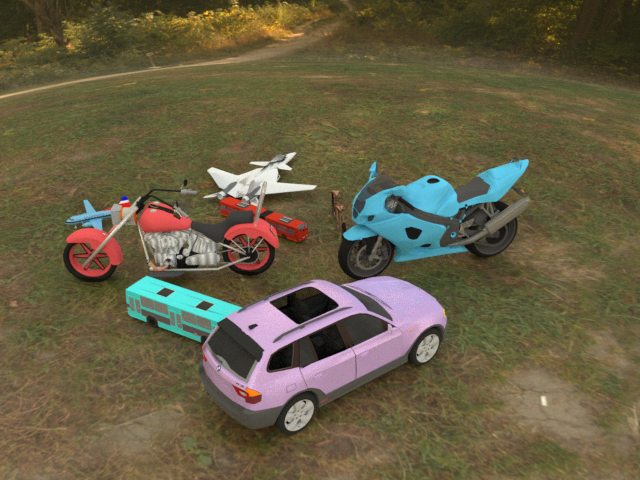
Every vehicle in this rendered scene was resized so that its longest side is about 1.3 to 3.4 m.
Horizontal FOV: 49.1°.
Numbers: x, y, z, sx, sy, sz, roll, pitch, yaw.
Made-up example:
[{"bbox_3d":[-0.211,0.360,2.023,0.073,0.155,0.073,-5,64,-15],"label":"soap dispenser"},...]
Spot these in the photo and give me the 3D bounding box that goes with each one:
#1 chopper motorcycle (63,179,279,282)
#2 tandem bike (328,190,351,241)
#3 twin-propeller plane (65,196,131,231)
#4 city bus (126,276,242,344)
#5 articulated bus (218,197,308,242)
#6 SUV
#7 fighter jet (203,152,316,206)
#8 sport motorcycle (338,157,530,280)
[{"bbox_3d":[-2.104,-0.115,9.842,3.040,1.480,0.906,-1,28,-2],"label":"chopper motorcycle"},{"bbox_3d":[0.309,-0.474,11.369,0.283,0.682,1.642,-3,28,-6],"label":"tandem bike"},{"bbox_3d":[-3.682,-0.453,11.622,1.095,0.407,1.370,-13,31,-23],"label":"twin-propeller plane"},{"bbox_3d":[-1.698,0.948,8.927,1.674,0.460,0.476,15,31,26],"label":"city bus"},{"bbox_3d":[-0.954,-0.350,11.554,1.749,0.289,0.311,20,34,32],"label":"articulated bus"},{"bbox_3d":[0.123,1.060,8.002,3.058,1.128,1.276,-20,34,-33],"label":"SUV"},{"bbox_3d":[-1.028,-1.369,13.188,2.229,0.557,2.640,12,30,21],"label":"fighter jet"},{"bbox_3d":[1.648,-0.318,10.100,2.955,1.596,0.983,-10,29,-18],"label":"sport motorcycle"}]
